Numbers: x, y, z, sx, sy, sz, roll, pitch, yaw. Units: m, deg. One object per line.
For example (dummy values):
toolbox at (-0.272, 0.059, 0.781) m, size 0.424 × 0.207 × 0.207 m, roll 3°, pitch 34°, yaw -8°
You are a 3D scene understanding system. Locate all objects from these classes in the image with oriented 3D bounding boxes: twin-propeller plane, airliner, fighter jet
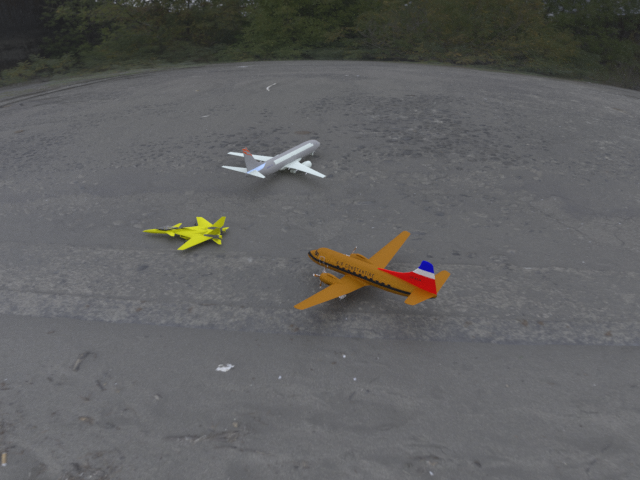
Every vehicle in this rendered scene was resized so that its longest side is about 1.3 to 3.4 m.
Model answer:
twin-propeller plane at (0.668, 0.372, 9.596) m, size 2.129 × 0.792 × 2.663 m, roll 20°, pitch 34°, yaw 33°
airliner at (-0.707, -1.721, 13.494) m, size 2.257 × 0.835 × 2.541 m, roll 17°, pitch 32°, yaw 29°
fighter jet at (-2.184, -0.185, 11.183) m, size 1.358 × 0.286 × 1.147 m, roll 3°, pitch 28°, yaw 5°
